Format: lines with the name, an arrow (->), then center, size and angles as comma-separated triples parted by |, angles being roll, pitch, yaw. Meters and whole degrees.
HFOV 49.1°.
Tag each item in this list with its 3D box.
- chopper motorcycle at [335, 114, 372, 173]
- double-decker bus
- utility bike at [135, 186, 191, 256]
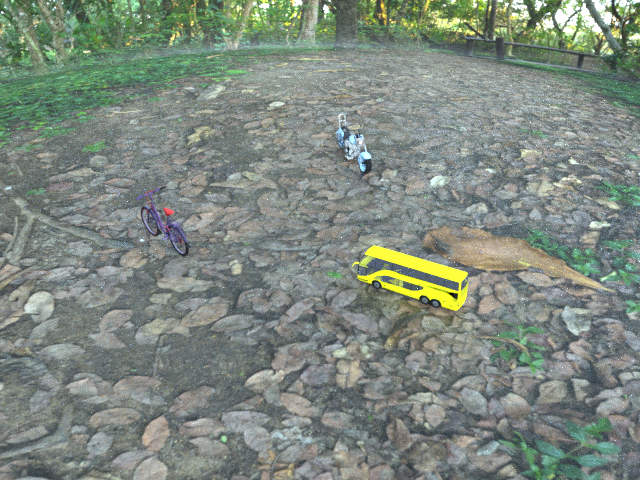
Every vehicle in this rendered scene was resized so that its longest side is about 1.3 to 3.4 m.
chopper motorcycle -> 0.684, -1.954, 14.107 | 0.466, 0.761, 1.563 | -10, 32, -17
double-decker bus -> 1.285, 0.524, 10.044 | 1.672, 0.541, 0.389 | 17, 34, 26
utility bike -> -2.523, -0.295, 11.057 | 0.535, 0.946, 1.435 | -25, 38, -36
